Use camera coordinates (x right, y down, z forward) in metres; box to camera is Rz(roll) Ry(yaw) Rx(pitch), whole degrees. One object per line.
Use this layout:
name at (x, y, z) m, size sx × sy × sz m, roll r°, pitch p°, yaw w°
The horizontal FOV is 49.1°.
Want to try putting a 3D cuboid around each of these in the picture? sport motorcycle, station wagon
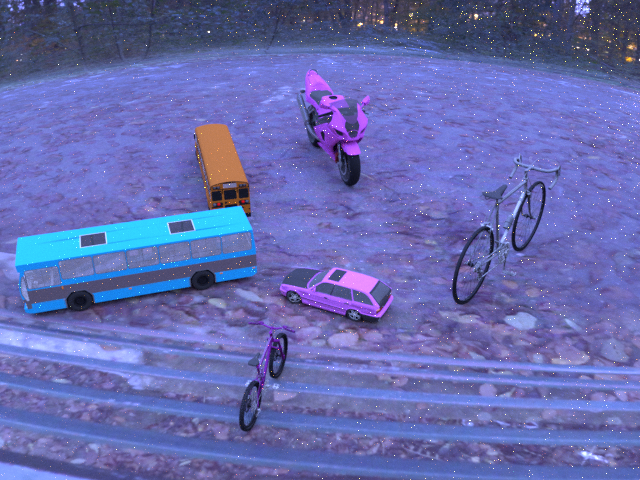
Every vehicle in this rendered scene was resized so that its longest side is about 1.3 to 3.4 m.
sport motorcycle at (0.234, -2.272, 13.858) m, size 0.983 × 1.596 × 2.955 m, roll -9°, pitch 31°, yaw -15°
station wagon at (0.213, 0.683, 9.883) m, size 1.597 × 0.473 × 0.682 m, roll 14°, pitch 33°, yaw 22°

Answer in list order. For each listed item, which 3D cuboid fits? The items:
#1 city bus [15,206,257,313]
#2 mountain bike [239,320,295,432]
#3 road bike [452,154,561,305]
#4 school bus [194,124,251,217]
city bus at (-2.597, 0.288, 10.144) m, size 3.255 × 0.894 × 0.926 m, roll -9°, pitch 31°, yaw -15°
mountain bike at (-0.635, 1.495, 8.090) m, size 0.573 × 0.868 × 1.469 m, roll 9°, pitch 31°, yaw 15°
road bike at (2.717, -0.219, 10.260) m, size 0.696 × 1.656 × 3.004 m, roll 22°, pitch 36°, yaw 32°
school bus at (-1.882, -1.386, 13.080) m, size 0.709 × 0.844 × 3.322 m, roll -7°, pitch 31°, yaw -12°
